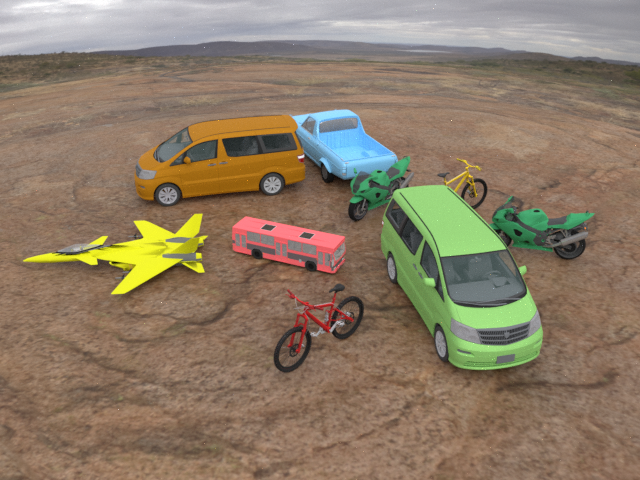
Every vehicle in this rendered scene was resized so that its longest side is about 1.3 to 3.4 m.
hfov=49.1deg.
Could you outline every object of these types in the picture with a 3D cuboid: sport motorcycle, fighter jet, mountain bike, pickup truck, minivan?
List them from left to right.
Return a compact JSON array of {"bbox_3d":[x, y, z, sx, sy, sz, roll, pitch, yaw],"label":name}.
[{"bbox_3d":[-2.998,0.090,10.197,2.640,0.557,2.229,-3,28,-5],"label":"fighter jet"},{"bbox_3d":[-1.799,-1.468,12.490,3.011,1.197,1.324,-7,28,-13],"label":"minivan"},{"bbox_3d":[0.011,0.960,8.195,1.469,0.868,0.573,-25,36,-39],"label":"mountain bike"},{"bbox_3d":[0.326,-1.949,13.631,1.244,0.993,3.117,-11,29,-20],"label":"pickup truck"},{"bbox_3d":[1.008,-0.873,11.756,0.506,0.821,1.520,24,36,38],"label":"sport motorcycle"},{"bbox_3d":[2.221,-0.807,11.579,1.469,0.868,0.573,-15,31,-27],"label":"mountain bike"},{"bbox_3d":[1.729,0.373,8.964,1.324,1.197,3.011,-6,28,-12],"label":"minivan"},{"bbox_3d":[3.201,-0.149,10.369,1.520,0.821,0.506,7,28,13],"label":"sport motorcycle"}]

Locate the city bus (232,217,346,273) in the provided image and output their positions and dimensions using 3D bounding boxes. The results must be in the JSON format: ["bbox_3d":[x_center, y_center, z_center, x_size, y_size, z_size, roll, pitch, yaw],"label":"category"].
[{"bbox_3d":[-0.469,0.081,10.319,1.674,0.460,0.476,12,30,21],"label":"city bus"}]
